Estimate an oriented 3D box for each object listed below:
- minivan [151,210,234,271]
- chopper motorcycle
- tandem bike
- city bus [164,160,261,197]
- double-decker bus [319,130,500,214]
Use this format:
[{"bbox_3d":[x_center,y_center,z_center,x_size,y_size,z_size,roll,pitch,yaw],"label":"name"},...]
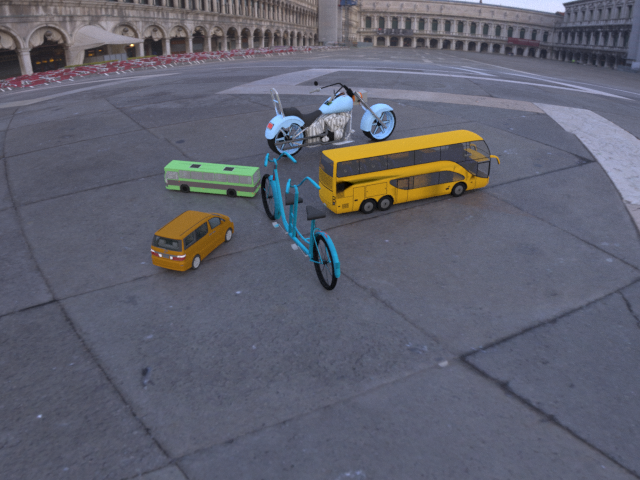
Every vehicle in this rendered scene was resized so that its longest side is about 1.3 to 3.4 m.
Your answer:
[{"bbox_3d":[-1.874,-0.090,10.475,0.681,0.616,1.548,11,29,20],"label":"minivan"},{"bbox_3d":[0.277,-2.550,14.271,3.040,1.480,0.906,-15,31,-27],"label":"chopper motorcycle"},{"bbox_3d":[-0.367,-0.421,10.341,0.550,1.326,3.192,-11,29,-20],"label":"tandem bike"},{"bbox_3d":[-1.927,-1.087,12.562,1.674,0.460,0.476,6,28,11],"label":"city bus"},{"bbox_3d":[1.557,-1.211,12.159,3.251,1.052,0.756,-11,30,-21],"label":"double-decker bus"}]
